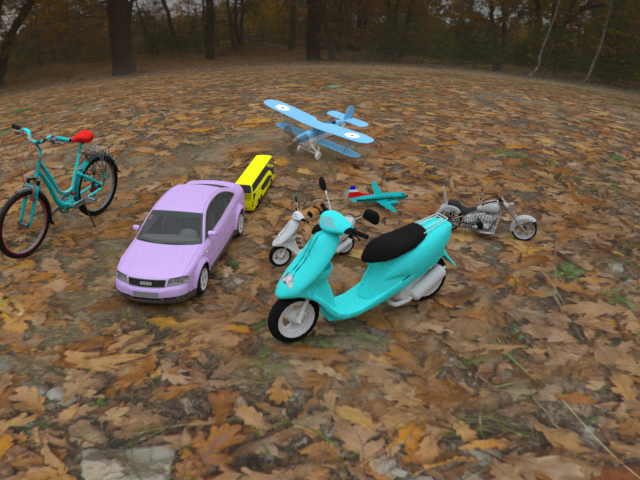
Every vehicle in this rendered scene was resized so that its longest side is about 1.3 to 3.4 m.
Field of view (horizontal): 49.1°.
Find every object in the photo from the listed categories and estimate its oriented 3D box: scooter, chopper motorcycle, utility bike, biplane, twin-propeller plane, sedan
[{"bbox_3d":[-0.087,-0.123,10.162,1.399,0.919,0.662,-10,28,-19],"label":"scooter"},{"bbox_3d":[2.604,-0.420,10.932,1.563,0.761,0.466,7,27,13],"label":"chopper motorcycle"},{"bbox_3d":[-3.887,-0.922,10.729,1.039,1.839,2.791,11,29,20],"label":"utility bike"},{"bbox_3d":[0.126,-2.252,14.341,2.598,0.981,2.120,18,32,31],"label":"biplane"},{"bbox_3d":[1.004,-0.780,12.044,1.095,0.407,1.370,-5,27,-11],"label":"twin-propeller plane"},{"bbox_3d":[-1.959,-0.159,10.210,1.235,0.940,3.137,4,27,9],"label":"sedan"},{"bbox_3d":[0.579,0.193,8.563,2.721,1.786,1.288,-14,30,-26],"label":"scooter"}]

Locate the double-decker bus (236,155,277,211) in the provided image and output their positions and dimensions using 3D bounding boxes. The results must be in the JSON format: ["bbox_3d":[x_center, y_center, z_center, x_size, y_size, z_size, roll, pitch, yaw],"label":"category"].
[{"bbox_3d":[-1.137,-1.045,12.424,0.389,0.541,1.672,5,27,9],"label":"double-decker bus"}]
